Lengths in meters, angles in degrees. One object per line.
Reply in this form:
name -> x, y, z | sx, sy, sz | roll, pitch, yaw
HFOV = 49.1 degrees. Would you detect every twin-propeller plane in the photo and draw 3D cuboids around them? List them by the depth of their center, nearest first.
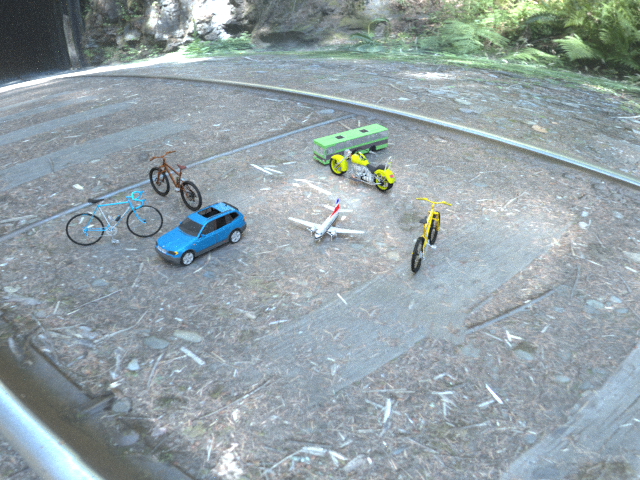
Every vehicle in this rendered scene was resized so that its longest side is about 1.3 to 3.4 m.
twin-propeller plane -> 0.135, -0.322, 11.823 | 1.370, 0.407, 1.095 | 11, 32, 19

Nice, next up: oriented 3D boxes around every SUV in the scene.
SUV -> -1.922, -0.142, 11.337 | 0.656, 0.580, 1.572 | 26, 39, 37

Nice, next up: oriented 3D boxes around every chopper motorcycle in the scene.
chopper motorcycle -> 0.791, -1.434, 13.398 | 1.563, 0.761, 0.466 | 25, 39, 37

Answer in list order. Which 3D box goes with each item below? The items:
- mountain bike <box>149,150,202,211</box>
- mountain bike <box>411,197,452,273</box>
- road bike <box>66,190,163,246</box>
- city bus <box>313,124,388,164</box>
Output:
mountain bike -> -2.638, -1.071, 12.662 | 1.469, 0.868, 0.573 | 24, 38, 35
mountain bike -> 1.687, -0.118, 11.007 | 0.573, 0.868, 1.469 | 12, 32, 20
road bike -> -3.358, -0.348, 11.422 | 1.545, 0.852, 0.358 | -9, 31, -15
city bus -> 0.654, -2.004, 14.689 | 1.674, 0.460, 0.476 | -19, 35, -30
